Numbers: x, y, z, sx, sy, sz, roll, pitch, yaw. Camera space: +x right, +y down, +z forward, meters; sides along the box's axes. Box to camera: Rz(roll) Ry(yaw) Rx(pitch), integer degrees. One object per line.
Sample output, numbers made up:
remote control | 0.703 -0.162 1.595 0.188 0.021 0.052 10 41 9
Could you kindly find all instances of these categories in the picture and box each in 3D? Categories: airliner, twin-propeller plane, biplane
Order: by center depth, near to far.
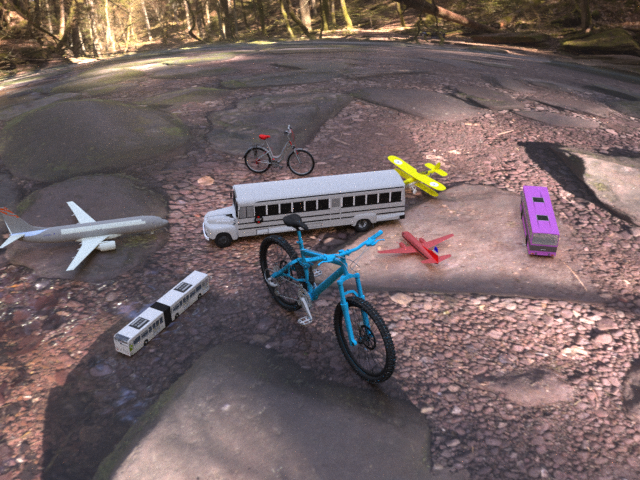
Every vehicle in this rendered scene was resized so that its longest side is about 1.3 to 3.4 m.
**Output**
twin-propeller plane | 1.555 0.070 10.911 1.370 0.407 1.095 -13 33 -20
airliner | -3.713 -0.310 11.132 2.541 0.835 2.257 -9 32 -15
biplane | 1.868 -1.156 12.880 1.090 0.504 1.336 -25 39 -35

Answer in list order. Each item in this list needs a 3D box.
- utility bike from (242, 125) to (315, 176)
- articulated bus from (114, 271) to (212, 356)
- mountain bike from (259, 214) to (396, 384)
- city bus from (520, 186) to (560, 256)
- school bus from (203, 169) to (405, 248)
utility bike | -0.798 -1.712 13.385 1.435 0.946 0.535 4 31 7
articulated bus | -2.103 0.961 9.527 0.311 0.289 1.749 15 34 24
mountain bike | -0.003 0.568 8.819 1.114 1.688 2.857 -20 36 -30
city bus | 3.588 -0.317 11.511 0.476 0.460 1.674 5 31 8
school bus | -0.269 -0.548 11.524 3.322 0.844 0.709 -7 31 -11
